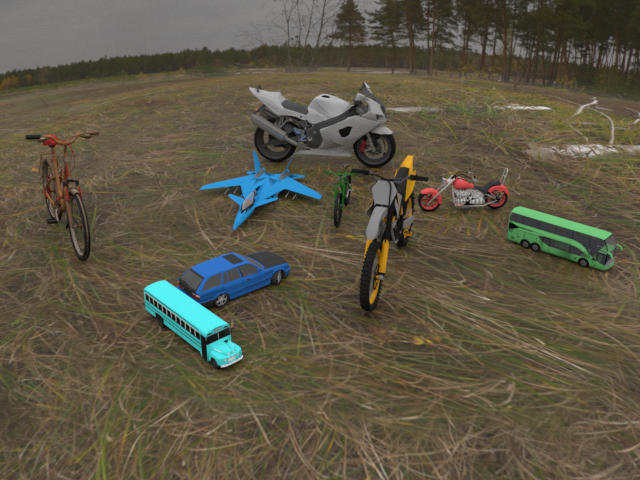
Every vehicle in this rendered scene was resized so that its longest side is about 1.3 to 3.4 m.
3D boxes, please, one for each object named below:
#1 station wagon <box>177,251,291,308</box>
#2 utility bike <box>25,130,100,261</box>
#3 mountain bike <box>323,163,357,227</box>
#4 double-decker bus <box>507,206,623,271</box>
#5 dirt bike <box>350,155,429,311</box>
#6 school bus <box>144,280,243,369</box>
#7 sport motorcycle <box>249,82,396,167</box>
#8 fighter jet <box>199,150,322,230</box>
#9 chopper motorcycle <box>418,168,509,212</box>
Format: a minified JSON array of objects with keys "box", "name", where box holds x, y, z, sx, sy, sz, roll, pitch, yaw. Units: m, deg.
[{"box":[-1.158,0.454,9.628,1.597,0.473,0.682,-20,32,-35],"name":"station wagon"},{"box":[-3.931,-0.906,10.857,1.039,1.839,2.791,-15,30,-28],"name":"utility bike"},{"box":[0.385,-0.834,11.817,0.573,0.868,1.469,5,26,10],"name":"mountain bike"},{"box":[3.642,-0.024,10.530,1.672,0.541,0.389,22,33,37],"name":"double-decker bus"},{"box":[1.002,-0.272,9.755,1.024,1.666,2.903,8,27,16],"name":"dirt bike"},{"box":[-1.561,1.011,8.530,0.365,0.434,1.708,-22,33,-37],"name":"school bus"},{"box":[0.051,-2.273,13.936,2.955,1.596,0.983,5,26,9],"name":"sport motorcycle"},{"box":[-1.114,-0.885,12.277,2.229,0.557,2.640,5,26,10],"name":"fighter jet"},{"box":[2.472,-0.864,12.000,1.563,0.761,0.466,-1,26,-2],"name":"chopper motorcycle"}]
